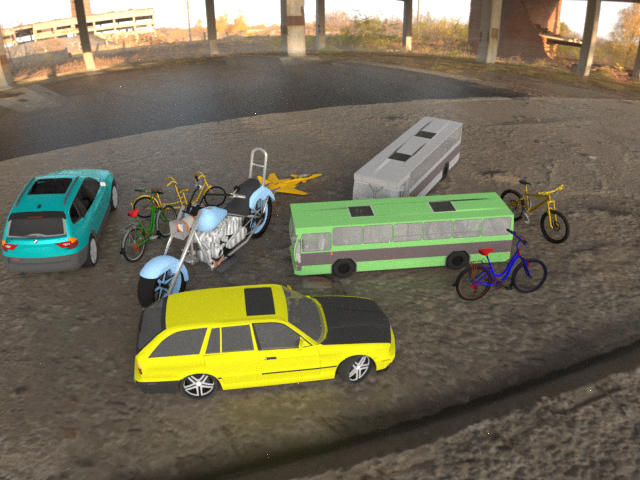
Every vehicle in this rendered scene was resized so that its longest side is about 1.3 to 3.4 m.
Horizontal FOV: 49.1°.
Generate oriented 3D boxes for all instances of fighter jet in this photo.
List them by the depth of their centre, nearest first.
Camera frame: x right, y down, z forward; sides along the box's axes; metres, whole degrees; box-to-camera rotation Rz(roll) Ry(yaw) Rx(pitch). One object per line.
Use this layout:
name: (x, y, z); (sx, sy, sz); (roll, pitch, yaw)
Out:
fighter jet: (-0.502, -1.145, 13.074); (1.358, 0.286, 1.147); (-20, 35, -31)

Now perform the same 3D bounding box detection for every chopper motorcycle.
chopper motorcycle: (-1.584, -0.201, 10.161); (0.906, 1.480, 3.040); (15, 32, 25)

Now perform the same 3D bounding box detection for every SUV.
SUV: (-4.073, -0.520, 11.092); (1.276, 1.128, 3.058); (-2, 29, -4)

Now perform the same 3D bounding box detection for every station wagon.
station wagon: (-0.641, 1.097, 8.410); (3.105, 0.920, 1.327); (-4, 29, -7)

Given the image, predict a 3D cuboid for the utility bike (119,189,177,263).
utility bike: (-2.710, -0.289, 10.866); (0.535, 0.946, 1.435); (12, 31, 21)

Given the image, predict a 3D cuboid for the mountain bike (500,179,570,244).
mountain bike: (3.480, -0.529, 11.376); (0.573, 0.868, 1.469); (-17, 34, -28)

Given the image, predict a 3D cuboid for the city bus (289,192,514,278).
city bus: (1.189, -0.070, 10.527); (3.255, 0.894, 0.926); (-4, 29, -6)

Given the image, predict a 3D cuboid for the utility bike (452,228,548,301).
utility bike: (2.504, 0.354, 9.715); (1.435, 0.946, 0.535); (-6, 30, -11)

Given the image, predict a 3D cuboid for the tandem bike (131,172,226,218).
tandem bike: (-2.420, -0.775, 12.008); (1.642, 0.682, 0.283); (-10, 31, -17)

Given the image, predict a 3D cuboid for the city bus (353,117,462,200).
city bus: (1.658, -1.297, 12.723); (0.926, 0.894, 3.255); (15, 32, 25)
